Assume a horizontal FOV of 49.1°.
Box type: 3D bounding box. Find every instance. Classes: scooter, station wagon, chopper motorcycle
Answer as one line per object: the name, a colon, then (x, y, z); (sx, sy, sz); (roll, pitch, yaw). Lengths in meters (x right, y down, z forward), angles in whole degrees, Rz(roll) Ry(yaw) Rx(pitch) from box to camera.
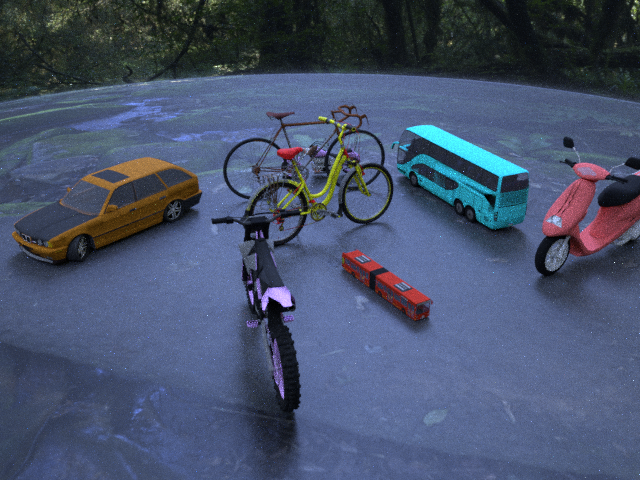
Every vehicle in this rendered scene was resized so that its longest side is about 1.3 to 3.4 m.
scooter: (4.169, -0.564, 10.272); (2.721, 1.786, 1.288); (-16, 30, -30)
station wagon: (-3.392, -0.596, 11.330); (1.327, 0.920, 3.105); (19, 32, 33)
chopper motorcycle: (0.022, -1.604, 13.591); (1.563, 0.761, 0.466); (-4, 26, -8)

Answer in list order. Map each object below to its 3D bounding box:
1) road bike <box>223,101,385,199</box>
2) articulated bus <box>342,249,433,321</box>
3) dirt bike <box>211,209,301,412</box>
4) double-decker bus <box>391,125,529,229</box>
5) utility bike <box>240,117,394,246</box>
road bike: (-0.248, -1.580, 12.518); (3.004, 1.656, 0.697); (-7, 27, -14)
articulated bus: (0.875, 0.586, 9.618); (0.311, 0.289, 1.749); (-15, 30, -28)
dirt bike: (-0.640, 0.581, 8.049); (1.024, 1.666, 2.903); (-6, 27, -13)
double-decker bus: (2.405, -1.210, 12.447); (0.756, 1.052, 3.251); (-11, 28, -22)
utility bike: (-0.038, -0.970, 11.049); (2.791, 1.839, 1.039); (-14, 29, -26)
